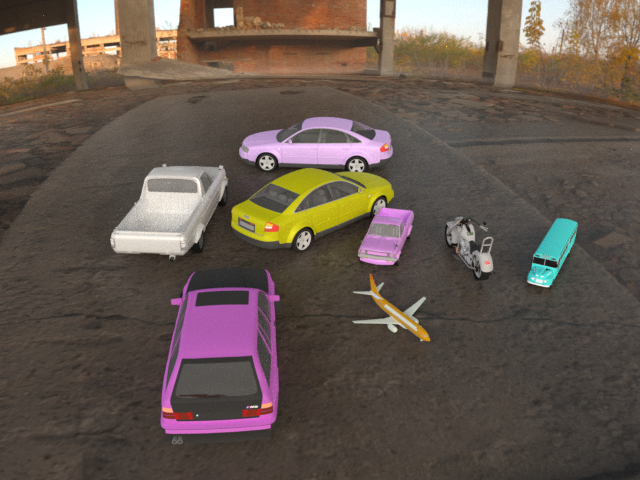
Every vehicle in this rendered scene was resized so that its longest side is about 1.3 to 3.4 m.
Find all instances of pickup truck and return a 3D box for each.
[{"bbox_3d":[-2.343,-0.607,11.349,1.244,0.993,3.117,2,26,4],"label":"pickup truck"},{"bbox_3d":[1.052,-0.122,10.901,0.640,0.511,1.603,7,27,15],"label":"pickup truck"}]

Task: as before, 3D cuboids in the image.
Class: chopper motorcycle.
[{"bbox_3d":[2.185,0.004,10.351,0.466,0.761,1.563,-5,26,-9],"label":"chopper motorcycle"}]

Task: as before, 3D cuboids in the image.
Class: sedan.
[{"bbox_3d":[-0.034,-0.678,11.558,3.137,0.940,1.235,-23,34,-39],"label":"sedan"},{"bbox_3d":[-0.088,-1.978,14.255,3.137,0.940,1.235,3,26,5],"label":"sedan"}]

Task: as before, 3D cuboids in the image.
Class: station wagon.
[{"bbox_3d":[-1.089,1.021,8.057,1.327,0.920,3.105,-2,26,-4],"label":"station wagon"}]

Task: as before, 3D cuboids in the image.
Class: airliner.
[{"bbox_3d":[0.989,0.870,8.937,1.161,0.429,1.307,-15,30,-28],"label":"airliner"}]

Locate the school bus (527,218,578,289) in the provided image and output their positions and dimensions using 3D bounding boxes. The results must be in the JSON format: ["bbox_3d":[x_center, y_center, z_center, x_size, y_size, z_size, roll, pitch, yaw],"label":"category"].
[{"bbox_3d":[3.446,0.184,10.353,0.365,0.434,1.708,14,29,26],"label":"school bus"}]
